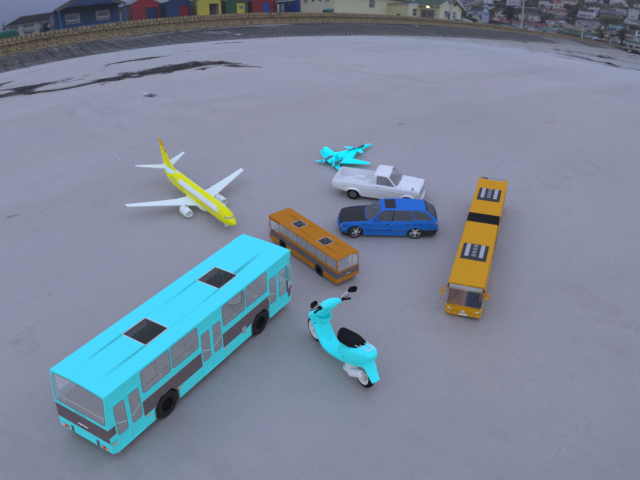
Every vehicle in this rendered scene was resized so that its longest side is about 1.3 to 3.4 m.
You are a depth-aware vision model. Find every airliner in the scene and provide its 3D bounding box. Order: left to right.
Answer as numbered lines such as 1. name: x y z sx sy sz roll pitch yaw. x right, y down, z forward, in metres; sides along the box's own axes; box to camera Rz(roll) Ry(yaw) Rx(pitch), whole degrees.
1. airliner: -2.115 -0.966 11.776 2.257 0.835 2.541 -22 37 -32

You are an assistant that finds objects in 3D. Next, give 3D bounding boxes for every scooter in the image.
1. scooter: 0.250 1.093 8.282 0.662 0.919 1.399 -19 36 -28

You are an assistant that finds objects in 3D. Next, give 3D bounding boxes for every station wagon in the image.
1. station wagon: 1.071 -0.379 11.152 1.597 0.473 0.682 1 31 1

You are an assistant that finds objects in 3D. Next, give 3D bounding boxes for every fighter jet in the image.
1. fighter jet: 0.582 -1.747 13.601 1.147 0.286 1.358 25 39 35

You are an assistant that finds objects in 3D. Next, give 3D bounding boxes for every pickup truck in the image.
1. pickup truck: 1.026 -1.006 12.156 1.603 0.511 0.640 10 32 15

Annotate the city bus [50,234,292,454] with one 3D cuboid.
1. city bus: -1.564 1.099 8.296 0.926 0.894 3.255 18 35 27

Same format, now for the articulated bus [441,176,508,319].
1. articulated bus: 2.383 -0.012 10.460 0.605 0.561 3.401 10 32 15

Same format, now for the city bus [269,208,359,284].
1. city bus: -0.120 0.081 10.403 0.476 0.460 1.674 -22 38 -32
